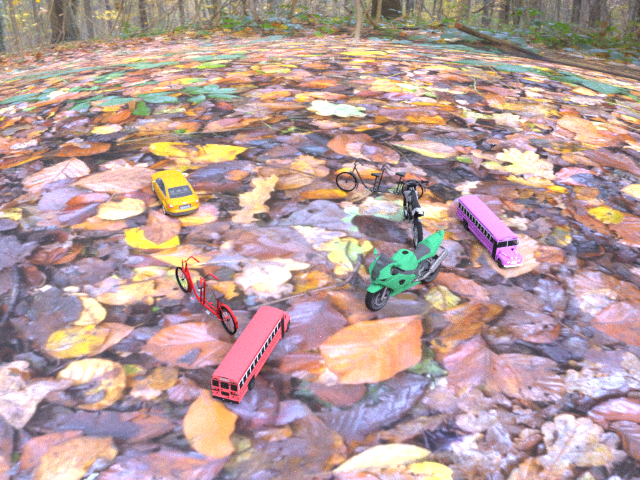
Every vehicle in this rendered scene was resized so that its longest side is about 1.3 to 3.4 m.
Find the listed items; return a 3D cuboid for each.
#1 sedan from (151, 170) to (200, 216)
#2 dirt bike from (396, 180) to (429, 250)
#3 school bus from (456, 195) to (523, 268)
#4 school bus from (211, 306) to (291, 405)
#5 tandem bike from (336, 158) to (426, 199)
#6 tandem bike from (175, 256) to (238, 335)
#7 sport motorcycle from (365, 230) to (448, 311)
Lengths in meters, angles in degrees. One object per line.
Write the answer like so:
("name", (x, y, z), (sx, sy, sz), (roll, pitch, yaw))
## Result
("sedan", (-2.581, -0.917, 12.361), (0.635, 0.483, 1.613), (-13, 33, -20))
("dirt bike", (1.493, -0.493, 11.283), (0.527, 0.857, 1.493), (-2, 31, -3))
("school bus", (2.686, -0.144, 11.110), (0.365, 0.434, 1.708), (-8, 32, -13))
("school bus", (-0.804, 1.323, 8.648), (0.365, 0.434, 1.708), (10, 32, 16))
("tandem bike", (1.071, -1.080, 12.440), (1.642, 0.682, 0.283), (9, 32, 14))
("tandem bike", (-1.566, 0.695, 9.461), (0.283, 0.682, 1.642), (-22, 37, -32))
("sport motorcycle", (1.196, 0.421, 9.784), (1.520, 0.821, 0.506), (-24, 38, -35))
